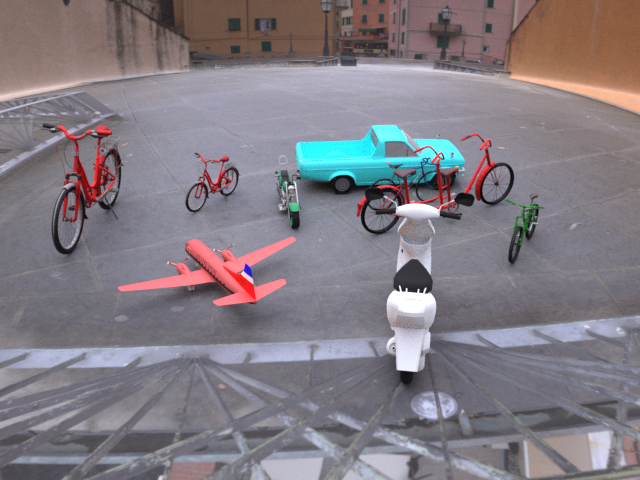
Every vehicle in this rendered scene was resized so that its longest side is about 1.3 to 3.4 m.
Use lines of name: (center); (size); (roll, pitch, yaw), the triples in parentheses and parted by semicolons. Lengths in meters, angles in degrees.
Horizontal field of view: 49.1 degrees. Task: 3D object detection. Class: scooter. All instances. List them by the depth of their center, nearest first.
scooter: (1.124, 0.354, 8.368); (1.288, 1.786, 2.721); (4, 27, 8)

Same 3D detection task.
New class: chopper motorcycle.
chopper motorcycle: (-0.528, -0.825, 11.814); (0.466, 0.761, 1.563); (-5, 27, -10)

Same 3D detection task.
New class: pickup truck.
pickup truck: (1.091, -1.554, 12.992); (3.117, 0.993, 1.244); (-3, 27, -5)

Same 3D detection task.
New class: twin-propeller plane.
twin-propeller plane: (-1.382, 0.325, 9.521); (2.663, 0.792, 2.129); (-17, 31, -29)

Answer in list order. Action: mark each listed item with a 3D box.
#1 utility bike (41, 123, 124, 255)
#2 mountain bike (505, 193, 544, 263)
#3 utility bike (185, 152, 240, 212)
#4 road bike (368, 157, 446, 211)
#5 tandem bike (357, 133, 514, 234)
utility bike: (-3.563, -1.040, 11.048); (1.039, 1.839, 2.791); (2, 27, 5)
mountain bike: (3.102, -0.253, 10.572); (0.573, 0.868, 1.469); (15, 30, 26)
utility bike: (-1.798, -1.062, 12.077); (0.535, 0.946, 1.435); (16, 31, 29)
road bike: (1.492, -0.960, 11.981); (1.545, 0.852, 0.358); (-11, 29, -20)
tandem bike: (1.975, -0.945, 11.428); (3.192, 1.326, 0.550); (-14, 30, -25)
